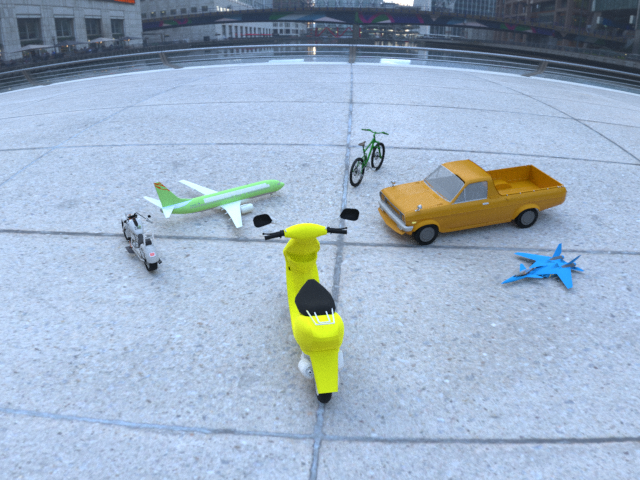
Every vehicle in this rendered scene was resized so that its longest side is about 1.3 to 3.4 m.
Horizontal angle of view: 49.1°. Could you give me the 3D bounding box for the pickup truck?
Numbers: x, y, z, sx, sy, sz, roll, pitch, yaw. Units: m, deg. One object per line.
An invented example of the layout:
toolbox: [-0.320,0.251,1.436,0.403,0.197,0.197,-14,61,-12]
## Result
pickup truck: [2.571,-0.776,11.841,3.117,0.993,1.244,-9,30,-16]

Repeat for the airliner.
airliner: [-1.704,-0.896,12.223,2.541,0.835,2.257,-18,34,-30]

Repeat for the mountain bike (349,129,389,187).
mountain bike: [0.931,-1.606,13.482,0.573,0.868,1.469,15,32,26]

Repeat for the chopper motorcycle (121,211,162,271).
chopper motorcycle: [-2.823,-0.097,10.846,0.466,0.761,1.563,-15,32,-25]

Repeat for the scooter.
scooter: [-0.114,0.594,8.523,1.288,1.786,2.721,-4,29,-8]

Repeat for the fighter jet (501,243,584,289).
fighter jet: [3.237,0.407,10.421,1.358,0.286,1.147,-14,32,-24]
